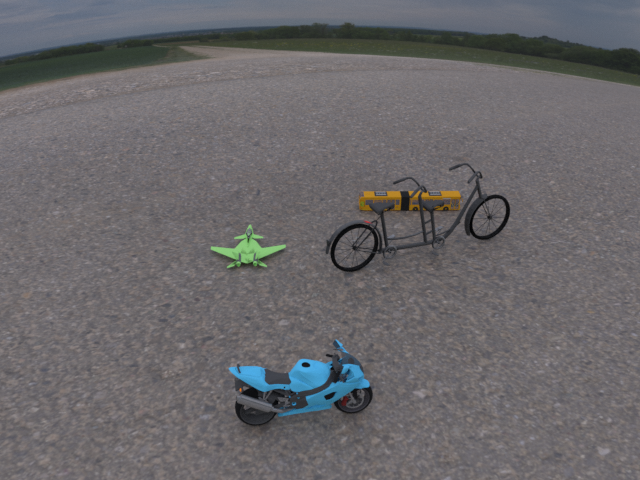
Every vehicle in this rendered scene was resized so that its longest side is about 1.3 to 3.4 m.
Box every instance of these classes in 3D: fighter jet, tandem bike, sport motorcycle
[{"bbox_3d":[-1.107,-0.004,10.818,1.147,0.286,1.358,-1,29,-3],"label":"fighter jet"},{"bbox_3d":[1.538,-0.351,10.370,3.192,1.326,0.550,-12,31,-21],"label":"tandem bike"},{"bbox_3d":[-0.178,1.564,7.397,1.520,0.821,0.506,-5,29,-8],"label":"sport motorcycle"}]

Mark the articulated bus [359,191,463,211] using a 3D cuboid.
[{"bbox_3d":[1.551,-0.674,12.040,1.749,0.289,0.311,0,29,-1],"label":"articulated bus"}]
